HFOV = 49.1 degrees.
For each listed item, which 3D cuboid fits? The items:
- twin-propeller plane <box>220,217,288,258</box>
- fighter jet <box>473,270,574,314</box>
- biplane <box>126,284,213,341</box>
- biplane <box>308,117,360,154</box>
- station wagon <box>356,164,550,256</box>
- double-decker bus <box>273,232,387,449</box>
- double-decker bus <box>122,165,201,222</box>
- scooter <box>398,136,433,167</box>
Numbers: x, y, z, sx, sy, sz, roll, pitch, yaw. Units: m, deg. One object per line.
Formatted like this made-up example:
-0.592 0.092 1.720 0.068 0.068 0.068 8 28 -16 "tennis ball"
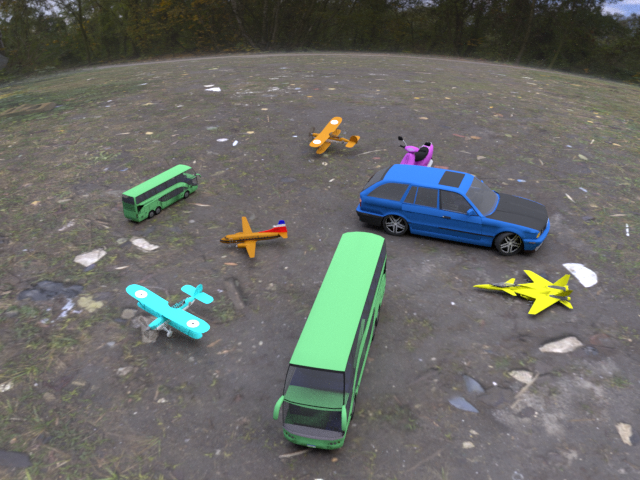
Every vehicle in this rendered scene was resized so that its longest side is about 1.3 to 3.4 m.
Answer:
-1.063 -0.097 11.198 1.095 0.407 1.370 -5 30 -9 "twin-propeller plane"
2.884 0.658 9.978 1.358 0.286 1.147 5 30 10 "fighter jet"
-1.894 0.939 9.255 1.336 0.504 1.090 17 34 28 "biplane"
0.278 -2.113 14.688 1.090 0.504 1.336 13 32 21 "biplane"
2.205 -0.587 11.547 3.105 0.920 1.327 11 31 18 "station wagon"
0.252 1.093 8.422 0.756 1.052 3.251 6 30 11 "double-decker bus"
-2.796 -0.862 12.424 0.389 0.541 1.672 16 33 27 "double-decker bus"
1.815 -1.519 13.207 0.662 0.919 1.399 17 33 27 "scooter"
